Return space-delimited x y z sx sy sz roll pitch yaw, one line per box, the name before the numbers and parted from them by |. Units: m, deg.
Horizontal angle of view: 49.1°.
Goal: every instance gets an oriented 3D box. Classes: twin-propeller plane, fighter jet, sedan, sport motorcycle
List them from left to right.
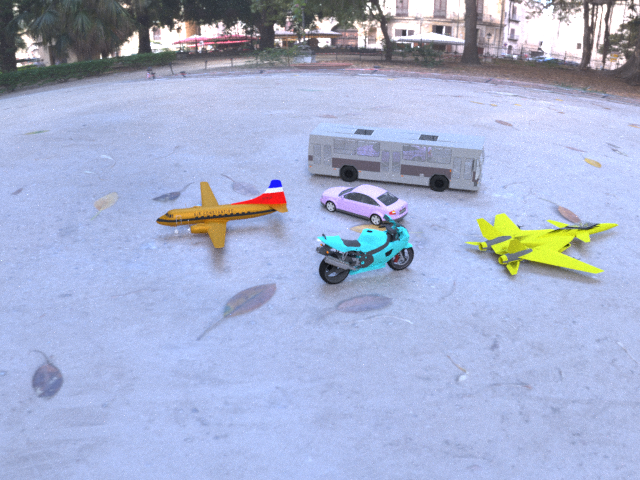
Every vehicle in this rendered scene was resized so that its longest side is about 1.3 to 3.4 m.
twin-propeller plane | -1.585 -0.534 11.339 2.129 0.792 2.663 -6 27 -12
sedan | 0.733 -0.679 11.978 1.613 0.483 0.635 18 32 32
sport motorcycle | 0.666 0.158 9.916 1.520 0.821 0.506 -10 28 -20
fighter jet | 3.673 -0.149 10.830 2.640 0.557 2.229 -12 29 -23

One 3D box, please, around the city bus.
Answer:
city bus | 1.438 -1.565 13.297 3.255 0.894 0.926 7 27 15
